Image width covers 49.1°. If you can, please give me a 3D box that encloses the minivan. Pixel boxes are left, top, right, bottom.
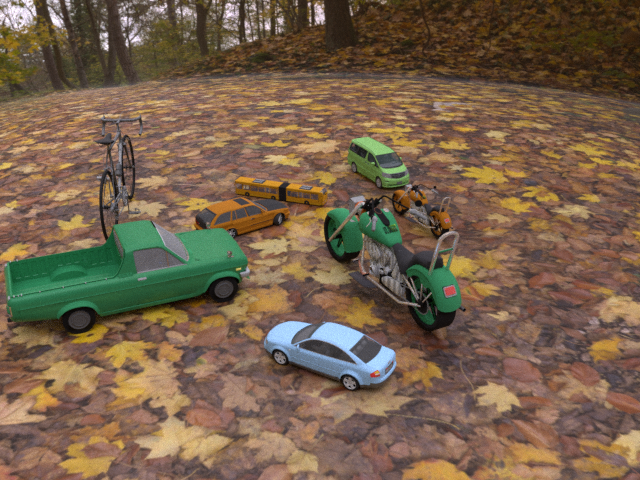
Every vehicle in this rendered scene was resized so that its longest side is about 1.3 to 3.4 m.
[{"bbox_3d":[1.130,-1.508,13.607,0.681,0.616,1.548,-13,28,-24],"label":"minivan"}]

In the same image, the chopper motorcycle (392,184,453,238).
[{"bbox_3d":[1.655,-0.591,11.532,0.466,0.761,1.563,-12,28,-24],"label":"chopper motorcycle"}]

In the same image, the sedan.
[{"bbox_3d":[0.090,1.236,8.055,1.613,0.483,0.635,14,29,27],"label":"sedan"}]

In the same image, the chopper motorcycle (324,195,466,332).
[{"bbox_3d":[0.863,0.048,9.375,0.906,1.480,3.040,-13,28,-25],"label":"chopper motorcycle"}]

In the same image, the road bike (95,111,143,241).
[{"bbox_3d":[-3.360,-1.128,11.616,0.697,1.656,3.004,-2,26,-5],"label":"road bike"}]

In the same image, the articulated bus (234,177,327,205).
[{"bbox_3d":[-0.724,-0.889,12.696,1.749,0.289,0.311,9,27,18],"label":"articulated bus"}]

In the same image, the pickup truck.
[{"bbox_3d":[-2.530,0.361,9.286,3.117,0.993,1.244,-11,28,-22],"label":"pickup truck"}]

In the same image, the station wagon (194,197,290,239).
[{"bbox_3d":[-1.258,-0.428,11.525,1.597,0.473,0.682,-18,31,-33],"label":"station wagon"}]
